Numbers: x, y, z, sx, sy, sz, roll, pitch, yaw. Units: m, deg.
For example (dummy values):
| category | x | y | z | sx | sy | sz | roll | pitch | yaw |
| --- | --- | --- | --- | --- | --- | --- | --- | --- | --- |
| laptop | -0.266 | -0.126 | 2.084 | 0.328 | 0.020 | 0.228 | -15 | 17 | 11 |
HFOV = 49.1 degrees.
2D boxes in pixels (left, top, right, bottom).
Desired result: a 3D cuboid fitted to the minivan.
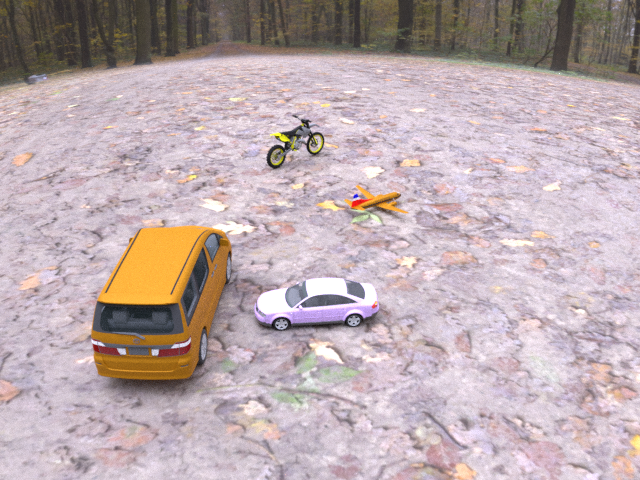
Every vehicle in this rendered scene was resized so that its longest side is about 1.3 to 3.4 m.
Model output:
| category | x | y | z | sx | sy | sz | roll | pitch | yaw |
| --- | --- | --- | --- | --- | --- | --- | --- | --- | --- |
| minivan | -1.884 | 0.502 | 8.830 | 1.324 | 1.197 | 3.011 | 1 | 28 | 2 |

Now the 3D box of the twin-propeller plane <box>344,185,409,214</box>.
| category | x | y | z | sx | sy | sz | roll | pitch | yaw |
| --- | --- | --- | --- | --- | --- | --- | --- | --- | --- |
| twin-propeller plane | 0.966 | -0.705 | 11.901 | 1.095 | 0.407 | 1.370 | -18 | 33 | -30 |

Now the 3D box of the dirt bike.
| category | x | y | z | sx | sy | sz | roll | pitch | yaw |
| --- | --- | --- | --- | --- | --- | --- | --- | --- | --- |
| dirt bike | -0.471 | -1.954 | 13.744 | 1.493 | 0.857 | 0.527 | -24 | 36 | -37 |

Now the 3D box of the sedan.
| category | x | y | z | sx | sy | sz | roll | pitch | yaw |
| --- | --- | --- | --- | --- | --- | --- | --- | --- | --- |
| sedan | -0.044 | 0.785 | 9.057 | 1.613 | 0.483 | 0.635 | -3 | 28 | -5 |
